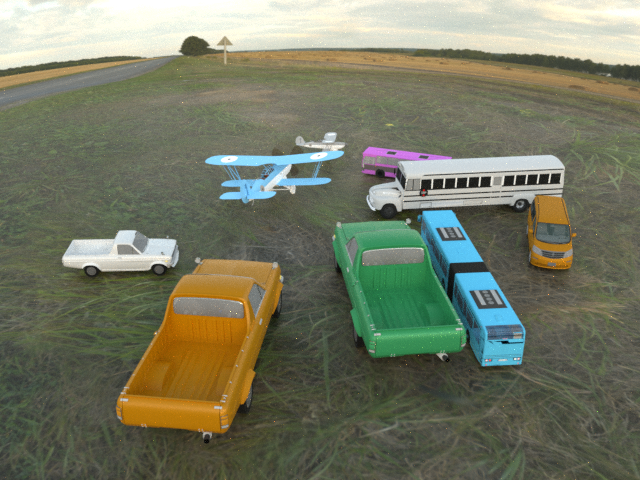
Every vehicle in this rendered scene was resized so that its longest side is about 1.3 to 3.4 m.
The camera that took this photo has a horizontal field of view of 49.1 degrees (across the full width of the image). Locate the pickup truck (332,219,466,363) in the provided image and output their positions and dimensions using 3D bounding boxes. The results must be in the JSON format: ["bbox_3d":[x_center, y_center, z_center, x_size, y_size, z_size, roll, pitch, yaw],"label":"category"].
[{"bbox_3d":[0.913,0.462,9.054,1.244,0.993,3.117,-3,27,-6],"label":"pickup truck"}]

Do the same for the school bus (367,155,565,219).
[{"bbox_3d":[2.473,-0.942,12.039,3.322,0.844,0.709,-3,27,-6],"label":"school bus"}]

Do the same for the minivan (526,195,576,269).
[{"bbox_3d":[3.499,-0.129,10.663,0.681,0.616,1.548,6,27,11],"label":"minivan"}]

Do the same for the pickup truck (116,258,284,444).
[{"bbox_3d":[-1.225,1.001,7.974,1.244,0.993,3.117,3,27,6],"label":"pickup truck"}]

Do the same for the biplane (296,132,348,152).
[{"bbox_3d":[0.038,-1.989,14.522,1.090,0.504,1.336,2,27,4],"label":"biplane"}]

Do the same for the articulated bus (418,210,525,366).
[{"bbox_3d":[1.952,0.501,9.461,0.605,0.561,3.401,-2,27,-4],"label":"articulated bus"}]

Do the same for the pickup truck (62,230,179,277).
[{"bbox_3d":[-2.887,0.166,10.190,1.603,0.511,0.640,-1,27,-2],"label":"pickup truck"}]

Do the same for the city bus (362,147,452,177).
[{"bbox_3d":[1.659,-1.412,13.412,1.674,0.460,0.476,10,28,19],"label":"city bus"}]

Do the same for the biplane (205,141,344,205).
[{"bbox_3d":[-0.939,-1.068,12.138,2.598,0.981,2.120,9,28,17],"label":"biplane"}]
